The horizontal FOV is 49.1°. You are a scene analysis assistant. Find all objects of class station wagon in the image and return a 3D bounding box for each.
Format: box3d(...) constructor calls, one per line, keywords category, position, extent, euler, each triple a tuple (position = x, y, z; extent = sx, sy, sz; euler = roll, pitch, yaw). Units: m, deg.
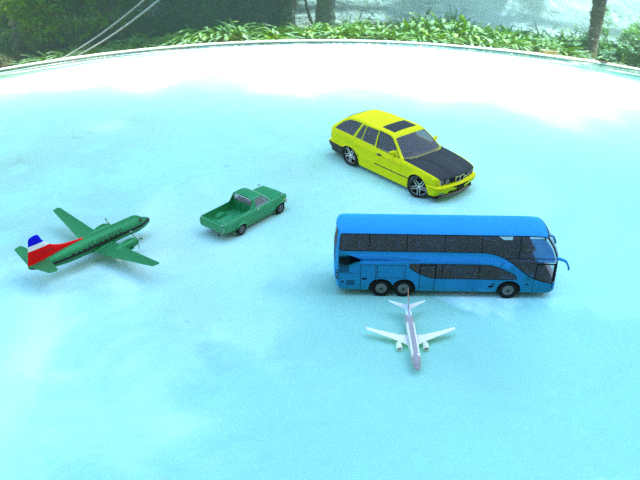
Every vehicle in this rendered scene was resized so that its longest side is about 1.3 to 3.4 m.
box3d(category="station wagon", position=(1.544, -1.744, 13.424), extent=(1.327, 0.920, 3.105), euler=(-22, 37, -33))

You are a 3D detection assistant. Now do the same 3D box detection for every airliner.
box3d(category="airliner", position=(1.186, 1.146, 8.989), extent=(1.161, 0.429, 1.307), euler=(0, 30, 0))

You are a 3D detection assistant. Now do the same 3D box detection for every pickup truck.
box3d(category="pickup truck", position=(-1.265, -0.549, 11.795), extent=(0.640, 0.511, 1.603), euler=(22, 37, 33))

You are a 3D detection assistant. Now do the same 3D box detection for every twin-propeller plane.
box3d(category="twin-propeller plane", position=(-3.481, -0.057, 10.679), extent=(2.663, 0.792, 2.129), euler=(23, 38, 34))

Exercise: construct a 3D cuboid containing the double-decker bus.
box3d(category="double-decker bus", position=(1.820, 0.203, 9.979), extent=(3.251, 1.052, 0.756), euler=(1, 30, 1))
